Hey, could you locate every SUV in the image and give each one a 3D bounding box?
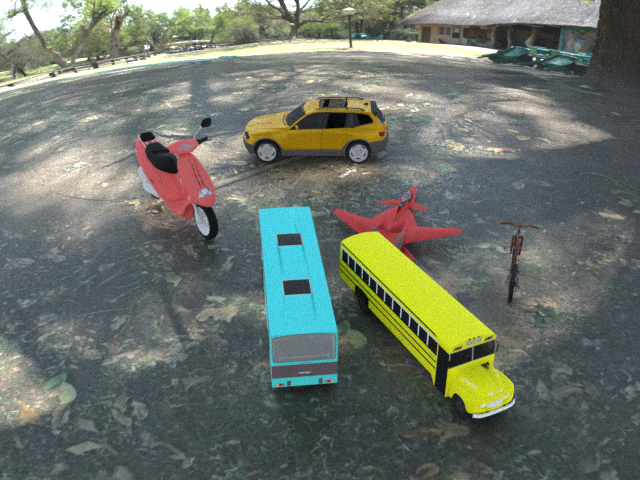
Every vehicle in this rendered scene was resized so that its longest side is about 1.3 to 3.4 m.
[{"bbox_3d":[-0.084,-2.357,14.693,3.058,1.128,1.276,1,30,1],"label":"SUV"}]

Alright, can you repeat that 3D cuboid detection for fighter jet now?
[{"bbox_3d":[1.370,-0.542,12.086,2.229,0.557,2.640,10,31,17],"label":"fighter jet"}]

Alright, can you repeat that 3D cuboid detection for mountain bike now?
[{"bbox_3d":[2.885,0.272,10.344,0.573,0.868,1.469,8,31,14],"label":"mountain bike"}]

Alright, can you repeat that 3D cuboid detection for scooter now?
[{"bbox_3d":[-2.517,-1.217,12.029,1.288,1.786,2.721,-21,36,-32],"label":"scooter"}]

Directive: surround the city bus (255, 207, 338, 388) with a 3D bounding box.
[{"bbox_3d":[-0.363,0.673,9.613,0.926,0.894,3.255,-3,30,-6],"label":"city bus"}]

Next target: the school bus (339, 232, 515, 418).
[{"bbox_3d":[1.294,0.989,9.110,0.709,0.844,3.322,-13,32,-22],"label":"school bus"}]
